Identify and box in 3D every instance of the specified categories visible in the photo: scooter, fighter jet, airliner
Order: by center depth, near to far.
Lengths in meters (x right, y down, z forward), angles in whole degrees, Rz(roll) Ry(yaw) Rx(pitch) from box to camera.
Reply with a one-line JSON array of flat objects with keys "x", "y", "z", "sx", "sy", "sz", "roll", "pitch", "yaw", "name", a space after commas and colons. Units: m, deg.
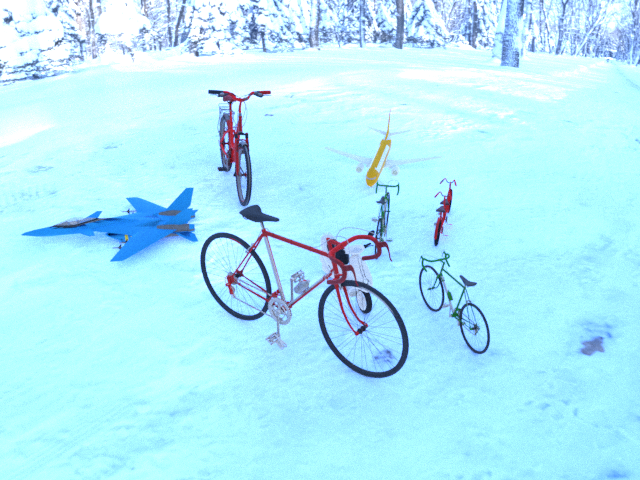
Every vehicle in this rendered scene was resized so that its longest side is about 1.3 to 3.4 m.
[{"x": 0.329, "y": 0.278, "z": 9.062, "sx": 0.662, "sy": 0.919, "sz": 1.399, "roll": -12, "pitch": 30, "yaw": -22, "name": "scooter"}, {"x": -3.190, "y": -0.316, "z": 10.616, "sx": 2.640, "sy": 0.557, "sz": 2.229, "roll": -4, "pitch": 27, "yaw": -7, "name": "fighter jet"}, {"x": 1.133, "y": -1.718, "z": 13.042, "sx": 2.257, "sy": 0.835, "sz": 2.541, "roll": 6, "pitch": 28, "yaw": 12, "name": "airliner"}]

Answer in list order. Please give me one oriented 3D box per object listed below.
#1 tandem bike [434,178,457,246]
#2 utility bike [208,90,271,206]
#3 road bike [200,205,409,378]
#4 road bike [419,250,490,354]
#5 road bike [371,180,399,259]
[{"x": 1.919, "y": -0.486, "z": 10.811, "sx": 0.283, "sy": 0.682, "sz": 1.642, "roll": 8, "pitch": 28, "yaw": 16, "name": "tandem bike"}, {"x": -1.410, "y": -1.820, "z": 12.143, "sx": 1.039, "sy": 1.839, "sz": 2.791, "roll": -8, "pitch": 28, "yaw": -15, "name": "utility bike"}, {"x": -0.293, "y": 0.484, "z": 7.854, "sx": 3.004, "sy": 1.656, "sz": 0.696, "roll": 19, "pitch": 33, "yaw": 32, "name": "road bike"}, {"x": 1.578, "y": 0.695, "z": 8.323, "sx": 0.358, "sy": 0.852, "sz": 1.545, "roll": -11, "pitch": 29, "yaw": -20, "name": "road bike"}, {"x": 0.932, "y": -0.344, "z": 10.348, "sx": 0.358, "sy": 0.852, "sz": 1.545, "roll": 6, "pitch": 28, "yaw": 11, "name": "road bike"}]
